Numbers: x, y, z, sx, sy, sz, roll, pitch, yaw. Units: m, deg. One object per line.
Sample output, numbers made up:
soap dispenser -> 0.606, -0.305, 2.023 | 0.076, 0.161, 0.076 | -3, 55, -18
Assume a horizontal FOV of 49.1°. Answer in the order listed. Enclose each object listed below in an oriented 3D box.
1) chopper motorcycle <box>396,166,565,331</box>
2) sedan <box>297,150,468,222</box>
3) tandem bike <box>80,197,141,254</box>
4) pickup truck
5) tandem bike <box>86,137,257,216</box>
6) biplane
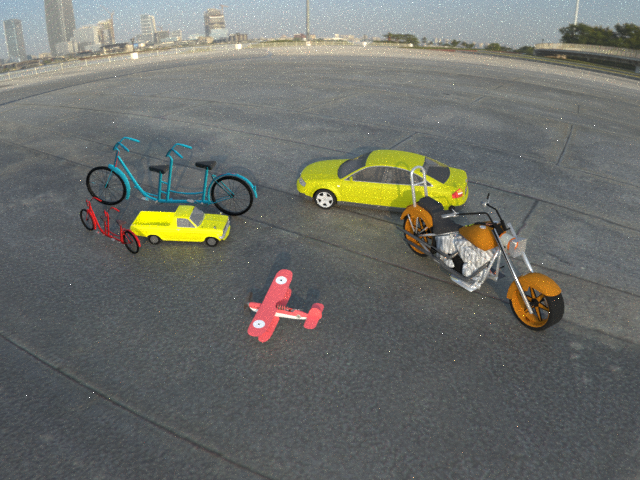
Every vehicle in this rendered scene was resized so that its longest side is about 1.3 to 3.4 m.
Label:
chopper motorcycle -> 2.254, 0.062, 10.081 | 0.906, 1.480, 3.040 | -19, 34, -30
sedan -> 1.115, -1.106, 12.722 | 3.137, 0.940, 1.235 | 8, 30, 13
tandem bike -> -3.481, -0.267, 11.486 | 1.642, 0.682, 0.283 | 22, 36, 34
pickup truck -> -2.320, -0.272, 11.671 | 1.603, 0.511, 0.640 | 2, 29, 4
tandem bike -> -2.668, -1.105, 12.324 | 3.192, 1.326, 0.550 | 5, 30, 9
biplane -> -0.504, 0.973, 9.452 | 1.090, 0.504, 1.336 | 8, 30, 14
